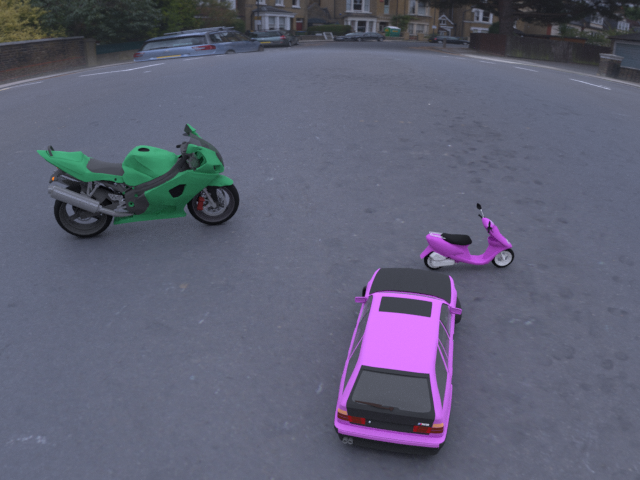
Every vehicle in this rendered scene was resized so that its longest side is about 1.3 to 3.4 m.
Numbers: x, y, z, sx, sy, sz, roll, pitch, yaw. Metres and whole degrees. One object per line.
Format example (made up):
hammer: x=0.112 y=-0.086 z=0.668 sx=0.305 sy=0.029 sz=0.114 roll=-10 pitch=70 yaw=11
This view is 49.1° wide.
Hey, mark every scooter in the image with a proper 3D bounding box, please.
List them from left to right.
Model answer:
scooter: x=2.165 y=0.017 z=10.141 sx=1.399 sy=0.919 sz=0.662 roll=-2 pitch=29 yaw=-3

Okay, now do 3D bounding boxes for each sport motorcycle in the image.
sport motorcycle: x=-2.767 y=-0.863 z=11.017 sx=2.955 sy=1.596 sz=0.983 roll=-6 pitch=30 yaw=-10

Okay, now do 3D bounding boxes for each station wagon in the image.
station wagon: x=0.986 y=1.107 z=8.197 sx=1.327 sy=0.920 sz=3.105 roll=6 pitch=30 yaw=10
